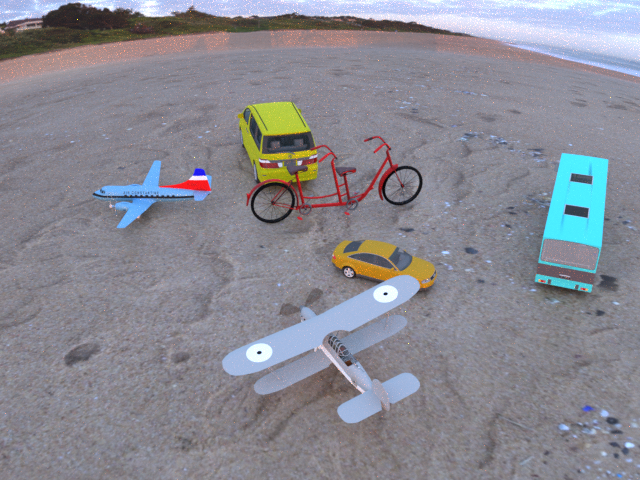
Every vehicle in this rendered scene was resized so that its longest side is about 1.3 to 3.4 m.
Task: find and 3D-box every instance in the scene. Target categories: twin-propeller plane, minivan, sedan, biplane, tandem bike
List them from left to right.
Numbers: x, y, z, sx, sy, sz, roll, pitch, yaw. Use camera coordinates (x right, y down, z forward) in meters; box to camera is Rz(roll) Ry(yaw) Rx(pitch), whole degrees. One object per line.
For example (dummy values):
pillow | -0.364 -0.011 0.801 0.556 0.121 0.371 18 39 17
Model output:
twin-propeller plane | -2.976 -0.907 12.321 2.129 0.792 2.663 1 30 1
minivan | -0.896 -2.111 13.985 1.324 1.197 3.011 -7 31 -12
tandem bike | 0.296 -1.027 11.996 3.192 1.326 0.550 -8 31 -14
biplane | 0.208 1.363 8.236 2.598 0.981 2.120 -15 33 -24
sedan | 0.965 0.329 10.505 1.613 0.483 0.635 13 33 21

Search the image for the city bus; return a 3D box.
city bus | 4.085 -0.343 11.250 0.926 0.894 3.255 11 32 18
